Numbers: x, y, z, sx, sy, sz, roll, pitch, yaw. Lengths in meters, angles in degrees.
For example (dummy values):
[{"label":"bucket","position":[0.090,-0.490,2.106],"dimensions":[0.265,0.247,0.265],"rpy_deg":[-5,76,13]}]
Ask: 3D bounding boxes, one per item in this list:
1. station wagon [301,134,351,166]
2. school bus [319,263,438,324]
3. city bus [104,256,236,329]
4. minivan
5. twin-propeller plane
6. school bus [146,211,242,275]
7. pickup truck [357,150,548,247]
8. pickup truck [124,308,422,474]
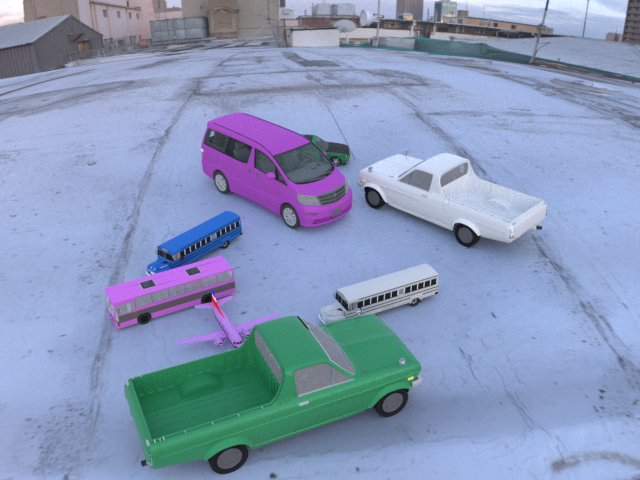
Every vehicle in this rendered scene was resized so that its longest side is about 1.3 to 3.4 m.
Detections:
[{"label":"station wagon","position":[-0.193,-1.791,13.757],"dimensions":[1.597,0.473,0.682],"rpy_deg":[3,30,5]},{"label":"school bus","position":[0.788,0.748,9.350],"dimensions":[1.708,0.434,0.365],"rpy_deg":[-14,33,-24]},{"label":"city bus","position":[-1.990,0.701,9.406],"dimensions":[1.674,0.460,0.476],"rpy_deg":[-16,33,-26]},{"label":"minivan","position":[-0.779,-1.250,12.081],"dimensions":[1.324,1.197,3.011],"rpy_deg":[-26,39,-38]},{"label":"twin-propeller plane","position":[-1.188,1.040,8.865],"dimensions":[1.370,0.407,1.095],"rpy_deg":[-14,33,-23]},{"label":"school bus","position":[-1.882,0.078,10.524],"dimensions":[0.365,0.434,1.708],"rpy_deg":[21,36,32]},{"label":"pickup truck","position":[2.096,-0.803,11.502],"dimensions":[3.117,0.993,1.244],"rpy_deg":[25,38,37]},{"label":"pickup truck","position":[-0.458,1.485,7.495],"dimensions":[3.117,0.993,1.244],"rpy_deg":[-13,32,-22]}]
